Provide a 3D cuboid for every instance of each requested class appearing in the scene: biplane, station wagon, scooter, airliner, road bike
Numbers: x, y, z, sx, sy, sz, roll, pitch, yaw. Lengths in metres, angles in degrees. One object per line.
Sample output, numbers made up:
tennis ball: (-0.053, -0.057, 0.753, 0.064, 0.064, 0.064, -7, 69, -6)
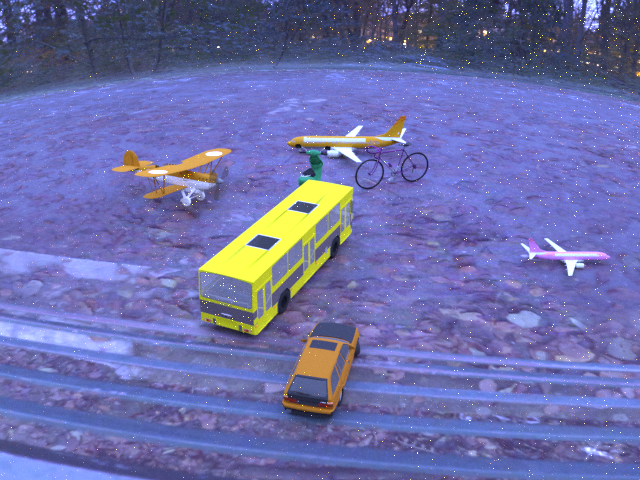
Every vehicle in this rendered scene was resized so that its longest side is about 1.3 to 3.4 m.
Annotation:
biplane: (-2.625, -1.188, 12.540, 2.120, 0.981, 2.598, 12, 30, 21)
station wagon: (0.049, 1.388, 8.121, 0.682, 0.473, 1.597, 6, 28, 12)
scooter: (-0.160, -1.231, 12.691, 0.662, 0.919, 1.399, 6, 28, 11)
airliner: (0.558, -2.223, 14.695, 2.541, 0.835, 2.257, 2, 27, 3)
airliner: (3.738, 0.158, 10.542, 1.307, 0.429, 1.161, 0, 27, -1)
road bike: (1.365, -1.419, 13.125, 1.545, 0.852, 0.358, -11, 29, -20)

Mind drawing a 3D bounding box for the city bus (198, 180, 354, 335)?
city bus: (-0.494, 0.162, 10.029, 0.926, 0.894, 3.255, 12, 30, 22)
